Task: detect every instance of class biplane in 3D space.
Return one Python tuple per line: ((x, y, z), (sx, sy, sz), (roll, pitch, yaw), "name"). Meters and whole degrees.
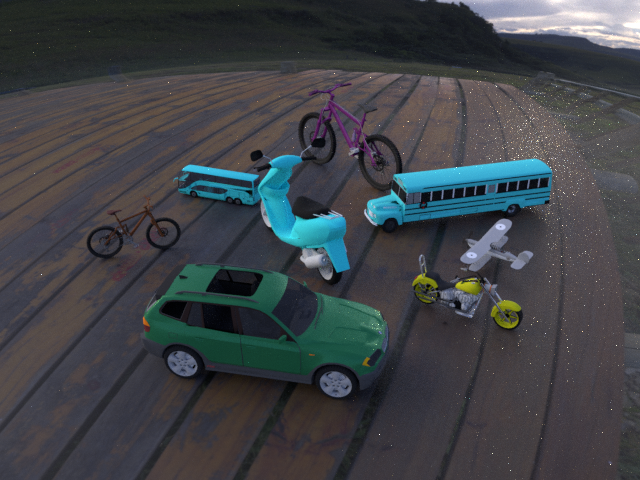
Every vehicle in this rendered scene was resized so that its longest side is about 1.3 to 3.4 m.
((2.709, 0.186, 10.820), (1.090, 0.504, 1.336), (22, 36, 35), "biplane")

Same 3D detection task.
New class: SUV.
((-0.670, 1.016, 8.637), (3.058, 1.128, 1.276), (6, 29, 10), "SUV")

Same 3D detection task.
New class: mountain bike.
((0.539, -2.042, 13.683), (1.114, 1.688, 2.857), (-24, 36, -36), "mountain bike")
((-2.959, -0.171, 11.096), (1.469, 0.868, 0.573), (-9, 30, -17), "mountain bike")

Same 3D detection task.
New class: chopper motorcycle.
((2.009, 0.712, 9.583), (1.563, 0.761, 0.466), (15, 32, 26), "chopper motorcycle")

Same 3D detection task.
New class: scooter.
((-0.327, -0.539, 10.812), (1.288, 1.786, 2.721), (-15, 32, -26), "scooter")

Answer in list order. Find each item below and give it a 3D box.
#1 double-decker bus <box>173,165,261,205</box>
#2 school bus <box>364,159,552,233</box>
((-1.902, -1.031, 13.023), (1.672, 0.541, 0.389), (10, 30, 18), "double-decker bus")
((2.421, -0.810, 12.298), (3.322, 0.844, 0.709), (-8, 29, -14), "school bus")
